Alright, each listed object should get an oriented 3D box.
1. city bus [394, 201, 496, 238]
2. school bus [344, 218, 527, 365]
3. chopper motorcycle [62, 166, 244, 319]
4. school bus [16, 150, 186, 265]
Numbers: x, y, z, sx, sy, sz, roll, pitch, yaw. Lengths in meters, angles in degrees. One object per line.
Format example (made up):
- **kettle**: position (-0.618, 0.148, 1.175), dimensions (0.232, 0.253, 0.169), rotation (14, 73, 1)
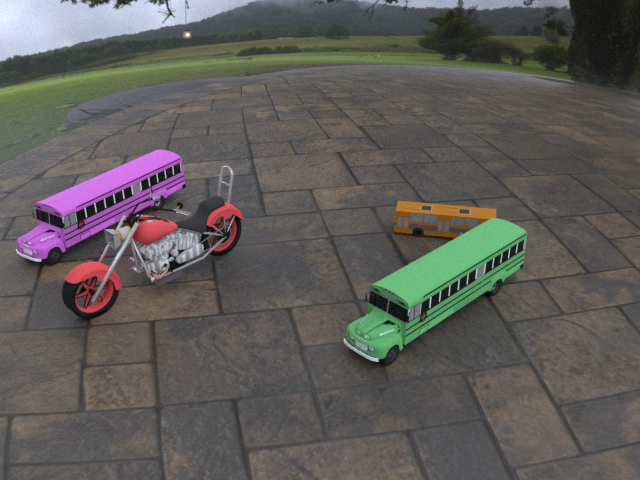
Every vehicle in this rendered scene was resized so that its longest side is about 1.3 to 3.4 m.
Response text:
- **city bus**: position (2.101, -0.304, 11.797), dimensions (1.674, 0.460, 0.476), rotation (6, 29, 10)
- **school bus**: position (1.666, 0.636, 9.692), dimensions (3.322, 0.844, 0.709), rotation (-25, 37, -38)
- **chopper motorcycle**: position (-2.365, -0.017, 10.219), dimensions (0.906, 1.480, 3.040), rotation (25, 38, 38)
- **school bus**: position (-3.688, -0.628, 11.989), dimensions (0.709, 0.844, 3.322), rotation (17, 33, 28)
